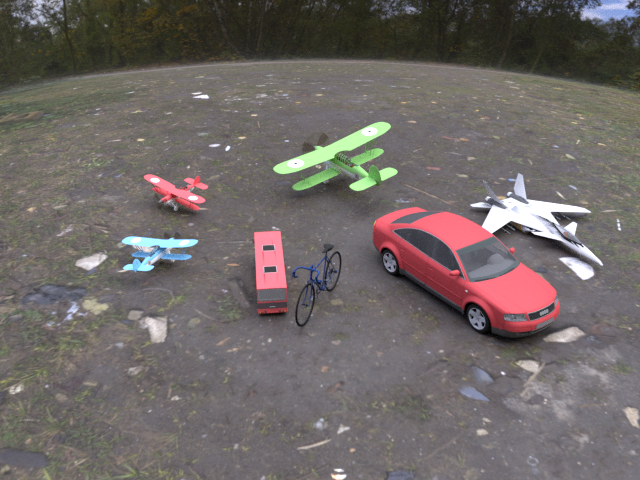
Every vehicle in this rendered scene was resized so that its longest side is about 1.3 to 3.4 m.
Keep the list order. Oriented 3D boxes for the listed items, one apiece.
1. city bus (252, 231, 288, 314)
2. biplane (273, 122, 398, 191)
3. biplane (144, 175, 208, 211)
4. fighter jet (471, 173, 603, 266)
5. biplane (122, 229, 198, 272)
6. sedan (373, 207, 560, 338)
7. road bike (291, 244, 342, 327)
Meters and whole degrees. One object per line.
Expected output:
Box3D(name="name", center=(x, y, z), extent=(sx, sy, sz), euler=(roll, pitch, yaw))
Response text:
Box3D(name="city bus", center=(-0.729, 0.463, 10.210), extent=(0.476, 0.460, 1.674), euler=(-3, 28, -5))
Box3D(name="biplane", center=(0.444, -1.383, 13.085), extent=(2.598, 0.981, 2.120), euler=(-18, 33, -30))
Box3D(name="biplane", center=(-2.499, -0.849, 12.596), extent=(1.336, 0.504, 1.090), euler=(17, 32, 28))
Box3D(name="fighter jet", center=(3.744, -0.334, 11.586), extent=(2.229, 0.557, 2.640), euler=(-12, 31, -21))
Box3D(name="biplane", center=(-2.514, 0.219, 10.615), extent=(1.336, 0.504, 1.090), euler=(11, 30, 19))
Box3D(name="sedan", center=(2.013, 0.290, 10.026), extent=(1.235, 0.940, 3.137), euler=(-18, 33, -30))
Box3D(name="road bike", center=(-0.003, 0.546, 9.643), extent=(0.358, 0.852, 1.545), euler=(12, 31, 21))
